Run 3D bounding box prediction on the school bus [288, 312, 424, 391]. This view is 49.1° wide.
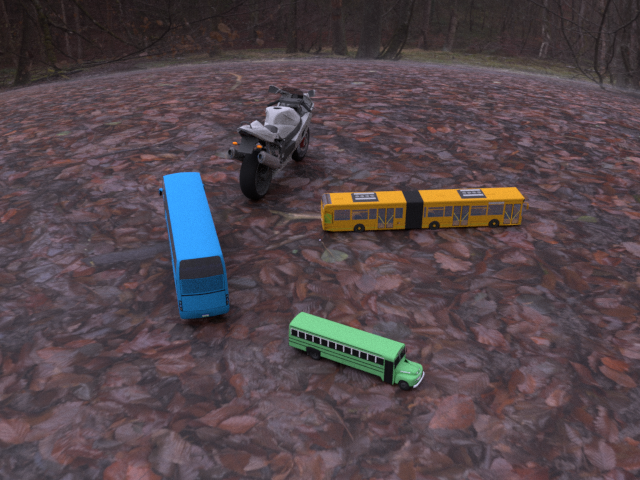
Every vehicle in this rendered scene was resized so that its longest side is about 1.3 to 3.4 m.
[{"bbox_3d":[0.432,1.329,8.465,1.708,0.434,0.365,15,31,25],"label":"school bus"}]

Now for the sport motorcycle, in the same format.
[{"bbox_3d":[-0.811,-1.913,13.289,0.983,1.596,2.955,10,30,18],"label":"sport motorcycle"}]

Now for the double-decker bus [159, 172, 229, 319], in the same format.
[{"bbox_3d":[-1.910,-0.058,10.401,0.756,1.052,3.251,-7,29,-13],"label":"double-decker bus"}]

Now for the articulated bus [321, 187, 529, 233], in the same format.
[{"bbox_3d":[1.729,-0.514,11.772,3.401,0.561,0.605,-2,28,-4],"label":"articulated bus"}]
